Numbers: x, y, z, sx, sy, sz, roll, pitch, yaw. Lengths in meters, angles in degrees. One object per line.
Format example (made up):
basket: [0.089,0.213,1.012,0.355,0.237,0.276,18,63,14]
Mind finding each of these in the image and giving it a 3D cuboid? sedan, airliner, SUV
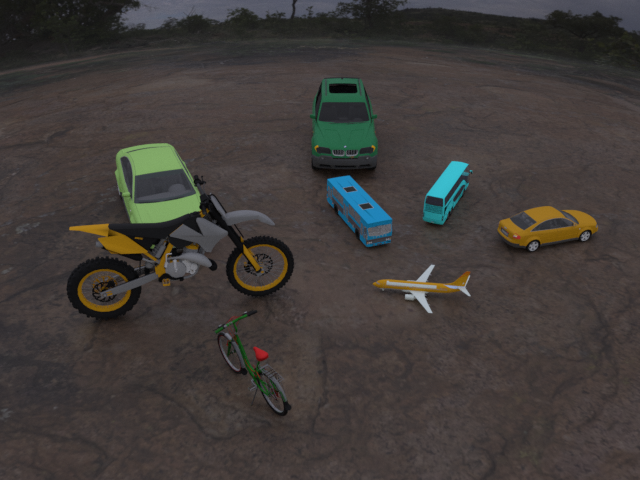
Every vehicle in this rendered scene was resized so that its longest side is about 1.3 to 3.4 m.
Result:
sedan: [-2.593,-0.835,11.296,1.235,0.940,3.137,-11,32,-18]
airliner: [1.365,0.551,9.430,1.307,0.429,1.161,5,31,8]
sedan: [3.514,-0.239,10.727,1.613,0.483,0.635,-10,32,-16]
SUV: [0.447,-2.327,13.659,1.276,1.128,3.058,0,30,0]

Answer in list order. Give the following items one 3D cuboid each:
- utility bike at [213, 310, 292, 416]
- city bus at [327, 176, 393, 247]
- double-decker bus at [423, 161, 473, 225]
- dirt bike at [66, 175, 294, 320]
utility bike: [-0.793,1.320,7.605,0.535,0.946,1.435,-22,37,-32]
city bus: [0.598,-0.466,11.139,0.476,0.460,1.674,-11,32,-18]
double-decker bus: [2.136,-0.821,11.666,0.389,0.541,1.672,13,33,22]
dirt bike: [-1.758,0.156,8.880,2.903,1.666,1.024,-7,31,-12]
